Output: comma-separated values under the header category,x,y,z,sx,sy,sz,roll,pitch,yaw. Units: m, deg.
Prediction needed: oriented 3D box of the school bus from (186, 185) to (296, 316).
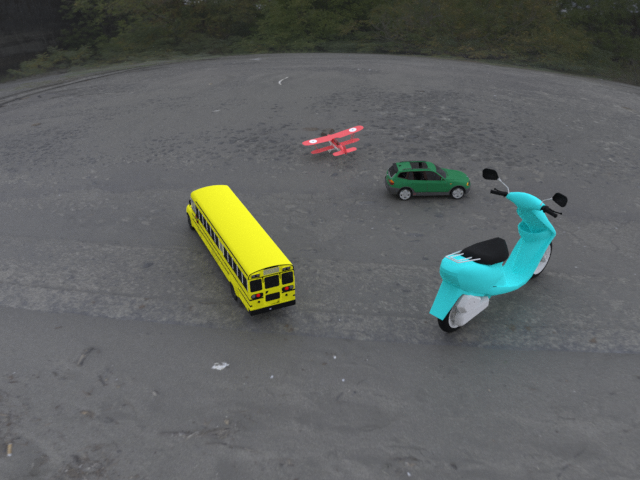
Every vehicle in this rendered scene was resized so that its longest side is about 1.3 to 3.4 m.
category,x,y,z,sx,sy,sz,roll,pitch,yaw
school bus,-1.321,-0.012,10.640,0.709,0.844,3.322,-13,32,-21

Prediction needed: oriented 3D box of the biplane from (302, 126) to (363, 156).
category,x,y,z,sx,sy,sz,roll,pitch,yaw
biplane,0.328,-1.966,14.444,1.336,0.504,1.090,-10,31,-18

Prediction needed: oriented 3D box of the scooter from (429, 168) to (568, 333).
category,x,y,z,sx,sy,sz,roll,pitch,yaw
scooter,2.463,0.109,9.469,2.721,1.786,1.288,-25,38,-36

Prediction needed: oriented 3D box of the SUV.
category,x,y,z,sx,sy,sz,roll,pitch,yaw
SUV,1.982,-1.129,12.884,1.572,0.580,0.656,-1,29,-2
